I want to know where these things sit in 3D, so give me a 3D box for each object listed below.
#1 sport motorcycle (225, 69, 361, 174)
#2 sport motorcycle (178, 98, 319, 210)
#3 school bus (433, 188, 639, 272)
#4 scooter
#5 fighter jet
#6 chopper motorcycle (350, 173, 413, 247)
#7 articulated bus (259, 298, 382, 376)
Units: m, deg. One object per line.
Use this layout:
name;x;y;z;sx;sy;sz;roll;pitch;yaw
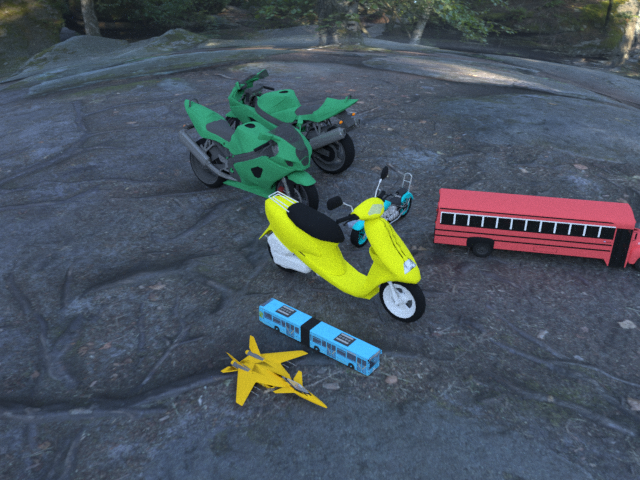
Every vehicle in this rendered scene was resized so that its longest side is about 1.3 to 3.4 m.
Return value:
sport motorcycle;-0.617;-2.202;13.172;2.955;1.596;0.983;16;34;25
sport motorcycle;-1.191;-1.374;11.743;2.955;1.596;0.983;22;37;33
school bus;3.388;-0.174;10.423;3.322;0.844;0.709;6;31;9
scooter;0.247;-0.044;9.258;2.721;1.786;1.288;21;36;32
fighter jet;-0.453;1.552;7.998;1.358;0.286;1.147;22;37;33
chopper motorcycle;0.993;-0.484;11.040;0.466;0.761;1.563;22;37;33
articulated bus;-0.031;1.174;8.649;1.749;0.289;0.311;22;36;32
